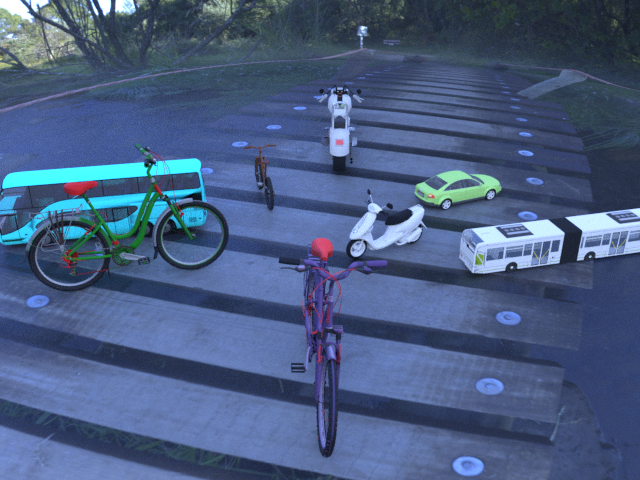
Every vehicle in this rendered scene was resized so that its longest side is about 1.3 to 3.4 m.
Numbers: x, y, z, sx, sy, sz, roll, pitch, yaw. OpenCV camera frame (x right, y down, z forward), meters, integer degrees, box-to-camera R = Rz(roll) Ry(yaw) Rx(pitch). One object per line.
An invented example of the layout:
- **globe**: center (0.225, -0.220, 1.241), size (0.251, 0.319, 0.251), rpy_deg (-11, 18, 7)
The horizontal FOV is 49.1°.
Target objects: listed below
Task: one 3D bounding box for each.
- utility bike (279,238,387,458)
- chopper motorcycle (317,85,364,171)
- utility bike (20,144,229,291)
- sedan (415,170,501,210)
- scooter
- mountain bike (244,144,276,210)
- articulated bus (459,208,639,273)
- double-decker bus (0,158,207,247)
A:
- **utility bike**: center (0.098, 0.801, 7.356), size (1.039, 1.839, 2.791), rpy_deg (-2, 28, -4)
- **chopper motorcycle**: center (0.395, -2.422, 13.888), size (0.906, 1.480, 3.040), rpy_deg (1, 28, 1)
- **utility bike**: center (-2.652, -0.315, 9.485), size (2.791, 1.839, 1.039), rpy_deg (-10, 29, -18)
- **sedan**: center (2.410, -0.931, 12.118), size (1.613, 0.483, 0.635), rpy_deg (-12, 30, -22)
- **scooter**: center (1.000, -0.256, 10.363), size (1.399, 0.919, 0.662), rpy_deg (-14, 31, -25)
- **mountain bike**: center (-0.970, -1.123, 12.070), size (0.573, 0.868, 1.469), rpy_deg (-7, 29, -13)
- **articulated bus**: center (3.728, -0.015, 10.288), size (3.401, 0.561, 0.605), rpy_deg (-7, 28, -13)
- **double-decker bus**: center (-3.412, -0.586, 10.849), size (3.251, 1.052, 0.756), rpy_deg (-6, 28, -11)
